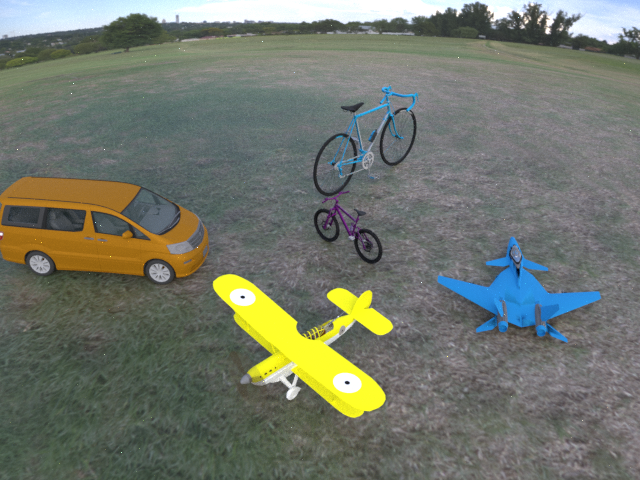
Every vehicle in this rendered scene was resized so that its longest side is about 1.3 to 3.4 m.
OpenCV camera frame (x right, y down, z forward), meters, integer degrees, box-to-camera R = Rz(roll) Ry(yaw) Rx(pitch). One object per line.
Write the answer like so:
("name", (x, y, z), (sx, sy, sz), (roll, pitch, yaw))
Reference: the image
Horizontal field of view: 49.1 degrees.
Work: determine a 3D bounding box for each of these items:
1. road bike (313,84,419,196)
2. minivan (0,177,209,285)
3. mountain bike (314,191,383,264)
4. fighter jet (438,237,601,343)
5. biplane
("road bike", (0.907, -1.889, 12.956), (0.696, 1.656, 3.004), (25, 38, 36))
("minivan", (-3.203, -0.199, 10.461), (3.011, 1.197, 1.324), (4, 30, 6))
("mountain bike", (0.418, -0.205, 10.803), (0.573, 0.868, 1.469), (-25, 38, -36))
("fighter jet", (2.826, 0.442, 9.984), (2.229, 0.557, 2.640), (5, 30, 9))
("biplane", (-0.079, 1.215, 8.206), (2.120, 0.981, 2.598), (-26, 39, -38))
